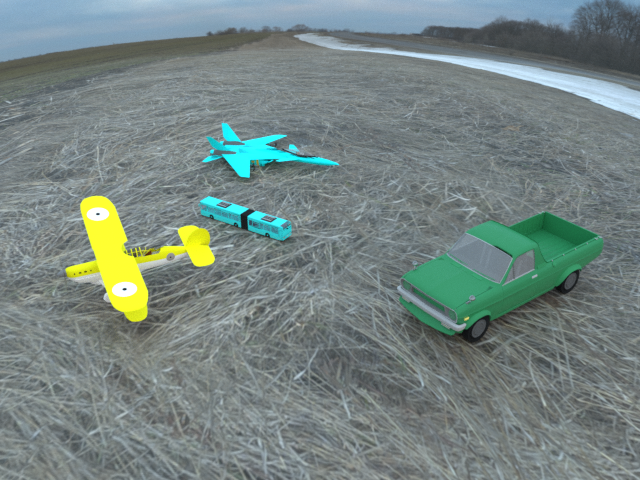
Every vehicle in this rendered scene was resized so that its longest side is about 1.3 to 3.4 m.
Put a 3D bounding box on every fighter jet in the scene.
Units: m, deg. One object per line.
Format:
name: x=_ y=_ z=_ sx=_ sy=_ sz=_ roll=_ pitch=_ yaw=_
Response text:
fighter jet: x=-0.894 y=-1.789 z=13.810 sx=2.640 sy=0.557 sz=2.229 roll=8 pitch=31 yaw=14

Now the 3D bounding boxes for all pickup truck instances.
pickup truck: x=2.552 y=0.313 z=9.667 sx=3.117 sy=0.993 sz=1.244 roll=-20 pitch=35 yaw=-31

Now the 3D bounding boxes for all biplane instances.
biplane: x=-2.532 y=0.292 z=9.716 sx=2.120 sy=0.981 sz=2.598 roll=-13 pitch=32 yaw=-22

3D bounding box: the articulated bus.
articulated bus: x=-1.254 y=-0.365 z=11.574 sx=1.749 sy=0.289 sz=0.311 roll=18 pitch=34 yaw=28
